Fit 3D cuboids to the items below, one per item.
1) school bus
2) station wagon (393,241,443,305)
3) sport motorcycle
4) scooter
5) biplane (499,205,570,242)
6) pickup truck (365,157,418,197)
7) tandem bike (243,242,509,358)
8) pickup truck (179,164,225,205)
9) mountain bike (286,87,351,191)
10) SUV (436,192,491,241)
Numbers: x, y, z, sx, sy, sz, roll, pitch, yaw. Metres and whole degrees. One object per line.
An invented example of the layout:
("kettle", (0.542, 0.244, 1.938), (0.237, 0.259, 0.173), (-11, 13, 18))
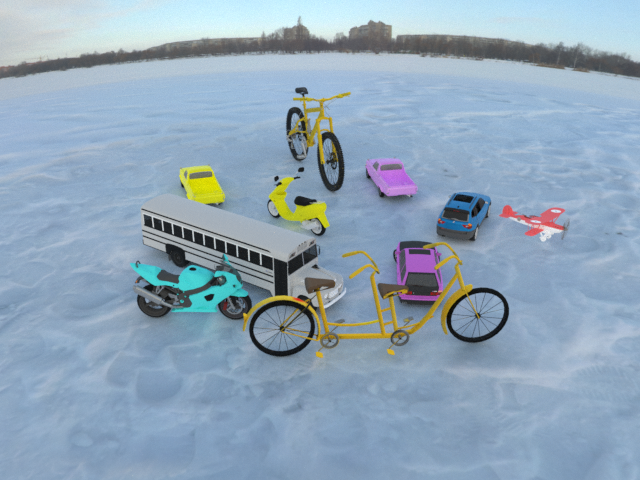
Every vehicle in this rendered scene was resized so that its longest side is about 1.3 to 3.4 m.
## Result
("school bus", (-1.137, 0.136, 9.889), (3.322, 0.844, 0.709), (17, 31, 31))
("station wagon", (1.389, 0.356, 9.864), (0.682, 0.473, 1.597), (2, 26, 4))
("sport motorcycle", (-1.628, 0.636, 8.906), (1.520, 0.821, 0.506), (2, 26, 3))
("scooter", (-0.380, -0.637, 11.369), (1.399, 0.919, 0.662), (23, 34, 38))
("biplane", (3.417, -0.295, 11.146), (1.090, 0.504, 1.336), (19, 32, 33))
("pickup truck", (1.303, -1.210, 12.988), (0.640, 0.511, 1.603), (-5, 27, -10))
("tandem bike", (0.689, 0.727, 8.153), (3.192, 1.326, 0.550), (-3, 26, -6))
("pickup truck", (-2.143, -1.028, 12.619), (0.640, 0.511, 1.603), (-8, 28, -16))
("mountain bike", (-0.144, -2.062, 13.383), (1.114, 1.688, 2.857), (-10, 28, -19))
("SUV", (2.373, -0.493, 11.460), (0.656, 0.580, 1.572), (11, 28, 21))
